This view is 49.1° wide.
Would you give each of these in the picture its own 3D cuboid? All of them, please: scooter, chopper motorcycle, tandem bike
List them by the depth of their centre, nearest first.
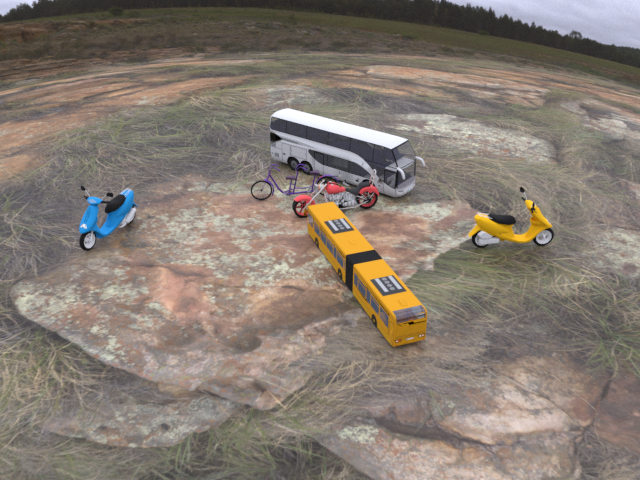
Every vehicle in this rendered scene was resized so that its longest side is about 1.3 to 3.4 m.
[{"bbox_3d":[3.093,-0.299,11.184,1.399,0.919,0.662,-2,29,-3],"label":"scooter"},{"bbox_3d":[-3.498,-0.482,11.508,0.662,0.919,1.399,13,32,22],"label":"scooter"},{"bbox_3d":[0.284,-0.818,12.267,1.563,0.761,0.466,-7,30,-12],"label":"chopper motorcycle"},{"bbox_3d":[-0.453,-1.075,12.803,1.642,0.682,0.283,-5,30,-8],"label":"tandem bike"}]

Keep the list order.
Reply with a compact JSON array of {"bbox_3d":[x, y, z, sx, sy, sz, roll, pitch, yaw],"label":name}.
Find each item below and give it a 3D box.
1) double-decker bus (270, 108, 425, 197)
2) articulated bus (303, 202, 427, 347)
[{"bbox_3d":[0.425,-1.694,13.527,3.251,1.052,0.756,20,35,32],"label":"double-decker bus"},{"bbox_3d":[0.578,0.375,10.351,0.605,0.561,3.401,-10,31,-17],"label":"articulated bus"}]
